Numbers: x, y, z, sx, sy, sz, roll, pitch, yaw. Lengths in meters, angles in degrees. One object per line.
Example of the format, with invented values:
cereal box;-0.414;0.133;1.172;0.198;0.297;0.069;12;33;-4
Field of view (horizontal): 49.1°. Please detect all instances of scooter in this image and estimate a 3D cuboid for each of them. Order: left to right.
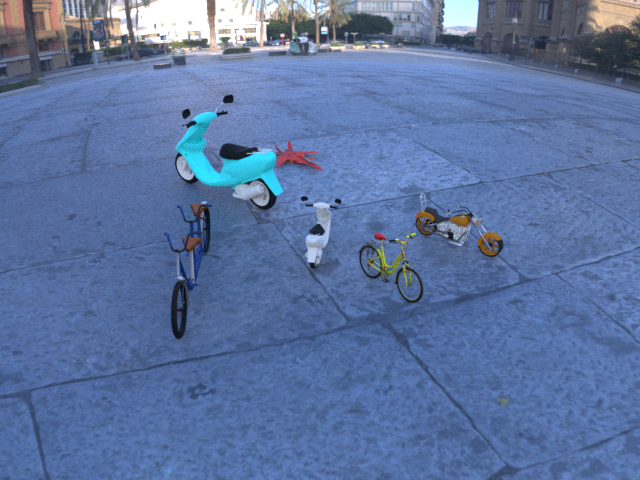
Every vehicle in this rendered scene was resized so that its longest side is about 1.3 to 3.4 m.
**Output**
scooter;-1.793;-1.636;13.006;2.721;1.786;1.288;20;34;32
scooter;-0.011;-0.196;11.265;0.662;0.919;1.399;5;29;9

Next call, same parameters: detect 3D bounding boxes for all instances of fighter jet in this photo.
fighter jet;-0.397;-1.753;14.792;1.147;0.286;1.358;-23;36;-36

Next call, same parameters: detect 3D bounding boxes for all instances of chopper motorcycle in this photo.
chopper motorcycle;2.278;-0.251;11.531;1.563;0.761;0.466;18;34;30

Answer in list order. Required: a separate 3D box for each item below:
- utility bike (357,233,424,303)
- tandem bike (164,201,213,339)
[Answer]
utility bike;1.067;0.283;10.355;0.535;0.946;1.435;-20;34;-32
tandem bike;-1.871;0.119;10.260;0.550;1.326;3.192;0;29;0
